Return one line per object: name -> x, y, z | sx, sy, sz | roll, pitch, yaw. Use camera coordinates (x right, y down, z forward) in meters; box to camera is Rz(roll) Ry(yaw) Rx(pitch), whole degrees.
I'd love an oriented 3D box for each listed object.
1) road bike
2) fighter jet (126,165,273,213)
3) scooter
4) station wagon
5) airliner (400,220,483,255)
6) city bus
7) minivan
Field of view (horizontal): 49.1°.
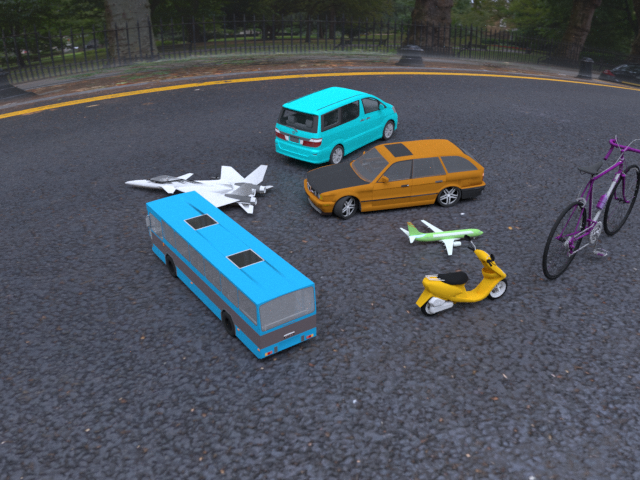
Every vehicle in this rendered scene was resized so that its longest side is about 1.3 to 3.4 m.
road bike -> 4.071, -0.520, 10.237 | 0.696, 1.656, 3.004 | 25, 38, 38
fighter jet -> -2.252, -1.027, 12.311 | 2.640, 0.557, 2.229 | 7, 29, 13
scooter -> 1.902, 0.496, 9.145 | 1.399, 0.919, 0.662 | -12, 31, -20
station wagon -> 1.266, -1.136, 12.130 | 3.105, 0.920, 1.327 | -7, 29, -13
airliner -> 1.935, -0.149, 10.837 | 1.307, 0.429, 1.161 | -7, 29, -12
city bus -> -1.289, 0.376, 9.392 | 0.926, 0.894, 3.255 | -18, 34, -30
minivan -> 0.420, -2.452, 14.252 | 1.324, 1.197, 3.011 | 21, 35, 33
